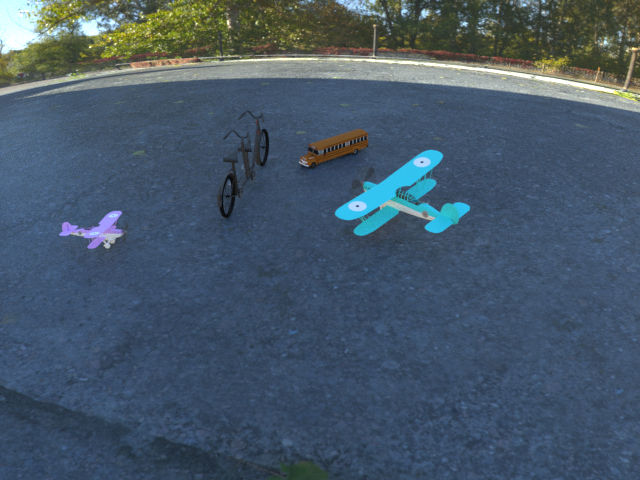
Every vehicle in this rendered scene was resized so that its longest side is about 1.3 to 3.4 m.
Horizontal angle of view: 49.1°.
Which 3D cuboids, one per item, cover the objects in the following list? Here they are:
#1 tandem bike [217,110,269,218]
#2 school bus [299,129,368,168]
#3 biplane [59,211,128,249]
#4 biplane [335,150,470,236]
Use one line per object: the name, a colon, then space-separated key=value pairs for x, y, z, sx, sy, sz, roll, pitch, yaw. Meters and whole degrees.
tandem bike: x=-1.418 y=-1.556 z=13.227 sx=0.550 sy=1.326 sz=3.192 roll=6 pitch=30 yaw=10
school bus: x=0.295 y=-1.940 z=14.827 sx=1.708 sy=0.434 sz=0.365 roll=-23 pitch=36 yaw=-34
biplane: x=-3.703 y=-0.142 z=11.538 sx=1.090 sy=0.504 sz=1.336 roll=2 pitch=29 yaw=3
biplane: x=1.450 y=-0.621 z=11.907 sx=2.120 sy=0.981 sz=2.598 roll=26 pitch=38 yaw=38
